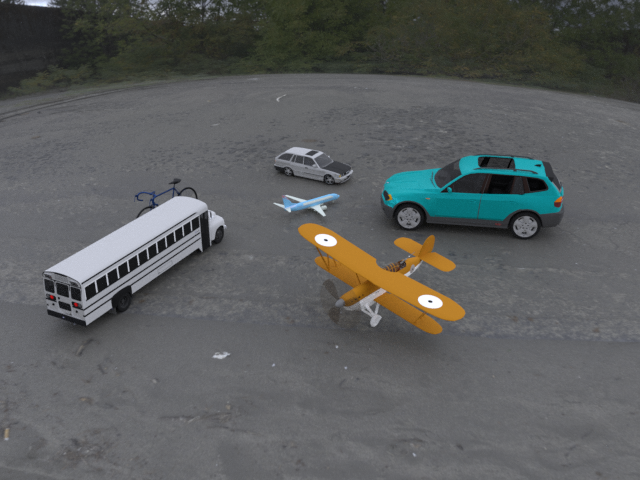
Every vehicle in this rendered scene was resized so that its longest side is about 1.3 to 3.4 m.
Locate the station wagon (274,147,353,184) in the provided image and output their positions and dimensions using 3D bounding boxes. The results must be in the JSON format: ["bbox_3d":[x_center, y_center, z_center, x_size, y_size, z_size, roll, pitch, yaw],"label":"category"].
[{"bbox_3d":[-0.125,-1.512,13.987,1.597,0.473,0.682,14,30,27],"label":"station wagon"}]

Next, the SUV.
[{"bbox_3d":[2.566,-0.834,11.880,3.058,1.128,1.276,5,27,9],"label":"SUV"}]

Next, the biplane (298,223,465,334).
[{"bbox_3d":[0.937,0.510,9.332,2.598,0.981,2.120,22,34,37],"label":"biplane"}]

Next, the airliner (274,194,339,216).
[{"bbox_3d":[-0.158,-0.742,12.483,1.307,0.429,1.161,-19,32,-33],"label":"airliner"}]

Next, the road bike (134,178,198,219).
[{"bbox_3d":[-2.543,-0.551,11.621,0.358,0.852,1.545,15,30,27],"label":"road bike"}]

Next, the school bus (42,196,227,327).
[{"bbox_3d":[-2.519,0.150,10.213,0.709,0.844,3.322,12,29,24],"label":"school bus"}]
